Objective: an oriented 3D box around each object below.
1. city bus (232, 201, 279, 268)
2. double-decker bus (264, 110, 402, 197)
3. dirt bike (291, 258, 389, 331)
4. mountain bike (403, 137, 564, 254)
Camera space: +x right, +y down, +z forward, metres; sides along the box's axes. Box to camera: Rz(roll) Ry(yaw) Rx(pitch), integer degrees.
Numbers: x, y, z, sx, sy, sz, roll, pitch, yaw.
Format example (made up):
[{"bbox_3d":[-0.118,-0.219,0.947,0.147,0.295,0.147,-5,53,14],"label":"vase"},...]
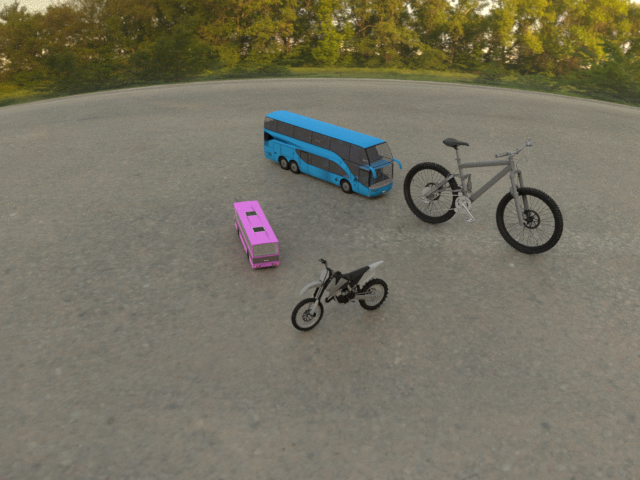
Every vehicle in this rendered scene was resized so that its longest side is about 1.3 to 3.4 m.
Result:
[{"bbox_3d":[-1.032,-0.094,11.183,0.476,0.460,1.674,-7,27,-14],"label":"city bus"},{"bbox_3d":[0.136,-1.726,13.851,0.756,1.052,3.251,-23,34,-38],"label":"double-decker bus"},{"bbox_3d":[0.285,0.677,9.152,1.493,0.857,0.527,-15,30,-27],"label":"dirt bike"},{"bbox_3d":[2.561,-0.814,11.258,2.857,1.688,1.114,20,33,35],"label":"mountain bike"}]
